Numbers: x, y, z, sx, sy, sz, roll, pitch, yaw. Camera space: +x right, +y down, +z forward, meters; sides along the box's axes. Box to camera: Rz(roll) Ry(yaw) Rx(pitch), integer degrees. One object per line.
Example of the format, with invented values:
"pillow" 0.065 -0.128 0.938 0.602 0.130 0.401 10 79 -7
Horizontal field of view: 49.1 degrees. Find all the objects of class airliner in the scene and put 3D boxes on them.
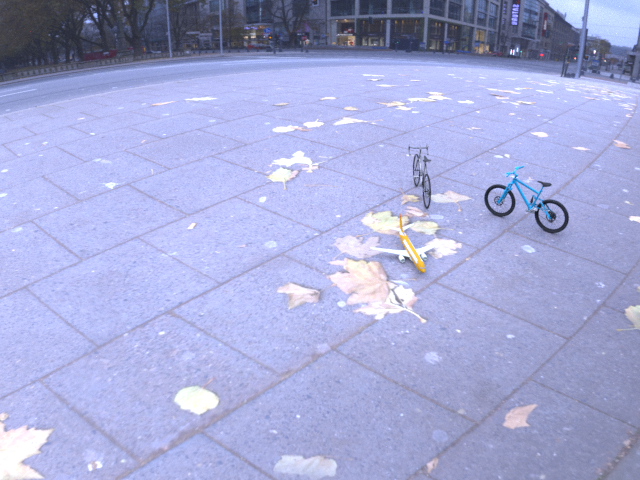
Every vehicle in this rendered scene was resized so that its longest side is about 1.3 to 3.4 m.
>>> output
"airliner" 1.354 0.053 10.423 1.161 0.429 1.307 -5 28 -9

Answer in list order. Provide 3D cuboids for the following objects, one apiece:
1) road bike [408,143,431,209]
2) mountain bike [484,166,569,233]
"road bike" 1.788 -1.162 12.271 0.358 0.852 1.545 -2 28 -3
"mountain bike" 3.329 -0.653 11.291 1.469 0.868 0.573 22 35 36
